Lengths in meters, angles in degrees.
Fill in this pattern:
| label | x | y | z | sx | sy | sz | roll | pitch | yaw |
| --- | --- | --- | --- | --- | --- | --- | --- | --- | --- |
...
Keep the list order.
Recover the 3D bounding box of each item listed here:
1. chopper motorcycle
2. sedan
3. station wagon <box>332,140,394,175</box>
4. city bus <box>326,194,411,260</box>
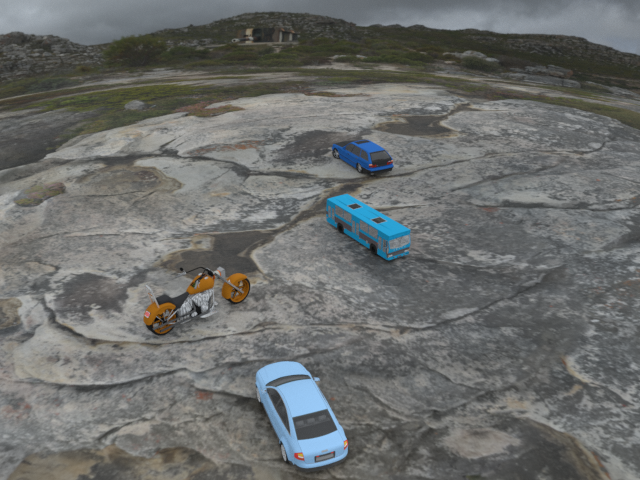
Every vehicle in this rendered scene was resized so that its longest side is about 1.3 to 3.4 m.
| label | x | y | z | sx | sy | sz | roll | pitch | yaw |
| --- | --- | --- | --- | --- | --- | --- | --- | --- | --- |
| chopper motorcycle | -1.535 | 0.666 | 8.866 | 1.563 | 0.761 | 0.466 | -23 | 35 | -38 |
| sedan | -0.226 | 1.686 | 7.129 | 0.635 | 0.483 | 1.613 | -9 | 28 | -18 |
| station wagon | 0.827 | -1.755 | 14.056 | 0.682 | 0.473 | 1.597 | -13 | 29 | -25 |
| city bus | 0.724 | -0.207 | 10.960 | 0.476 | 0.460 | 1.674 | -16 | 31 | -29 |
